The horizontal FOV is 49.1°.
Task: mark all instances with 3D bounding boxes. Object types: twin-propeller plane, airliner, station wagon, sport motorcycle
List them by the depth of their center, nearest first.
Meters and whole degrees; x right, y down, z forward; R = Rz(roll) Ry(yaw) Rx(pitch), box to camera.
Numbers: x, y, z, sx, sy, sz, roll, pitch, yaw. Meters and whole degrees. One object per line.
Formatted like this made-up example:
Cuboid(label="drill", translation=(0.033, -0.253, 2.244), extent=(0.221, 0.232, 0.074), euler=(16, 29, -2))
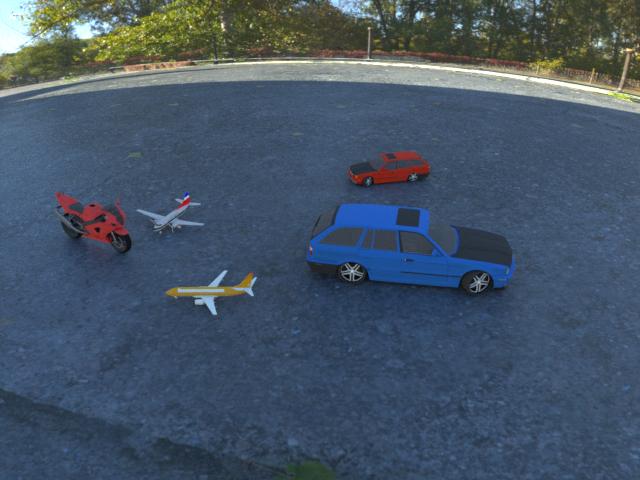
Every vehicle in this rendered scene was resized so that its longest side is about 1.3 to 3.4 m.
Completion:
Cuboid(label="airliner", translation=(-1.580, 0.659, 10.053), extent=(1.307, 0.429, 1.161), euler=(0, 29, 1))
Cuboid(label="station wagon", translation=(1.385, 0.058, 10.641), extent=(3.105, 0.920, 1.327), euler=(5, 29, 9))
Cuboid(label="sport motorcycle", translation=(-3.682, -0.292, 11.385), extent=(1.520, 0.821, 0.506), euler=(15, 32, 25))
Cuboid(label="twin-propeller plane", translation=(-2.552, -0.462, 12.128), extent=(1.370, 0.407, 1.095), euler=(12, 31, 21))
Cuboid(label="station wagon", translation=(1.357, -1.439, 13.847), extent=(1.597, 0.473, 0.682), euler=(-7, 29, -12))
